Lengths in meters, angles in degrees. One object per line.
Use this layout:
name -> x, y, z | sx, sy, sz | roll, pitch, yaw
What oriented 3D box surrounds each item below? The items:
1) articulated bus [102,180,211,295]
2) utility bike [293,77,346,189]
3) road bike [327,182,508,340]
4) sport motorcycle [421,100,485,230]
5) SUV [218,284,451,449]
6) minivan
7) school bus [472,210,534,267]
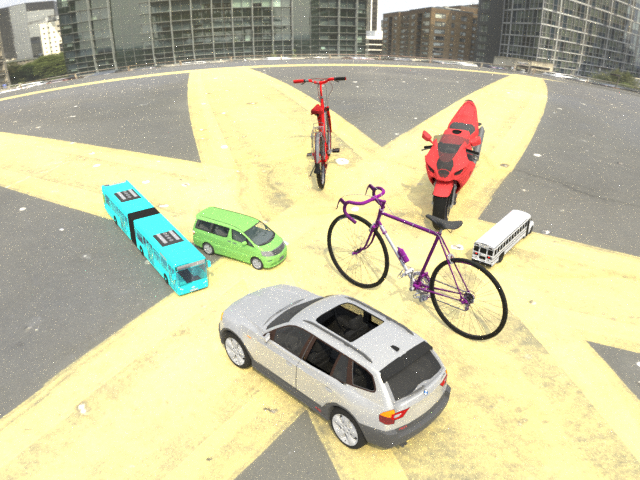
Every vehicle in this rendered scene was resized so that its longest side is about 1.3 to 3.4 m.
articulated bus -> -2.735, -0.128, 11.279 | 0.605, 0.561, 3.401 | -17, 33, -29
utility bike -> -0.037, -2.213, 13.748 | 1.039, 1.839, 2.791 | 2, 29, 4
road bike -> 1.217, 0.249, 9.455 | 3.004, 1.656, 0.697 | 24, 37, 36
sport motorcycle -> 2.402, -1.395, 12.511 | 0.983, 1.596, 2.955 | 9, 30, 16
SUV -> 0.072, 1.234, 8.210 | 1.276, 1.128, 3.058 | -25, 38, -38
minivan -> -1.265, -0.049, 11.077 | 1.548, 0.616, 0.681 | 15, 32, 26
school bus -> 2.999, -0.074, 11.311 | 0.365, 0.434, 1.708 | 20, 35, 32
